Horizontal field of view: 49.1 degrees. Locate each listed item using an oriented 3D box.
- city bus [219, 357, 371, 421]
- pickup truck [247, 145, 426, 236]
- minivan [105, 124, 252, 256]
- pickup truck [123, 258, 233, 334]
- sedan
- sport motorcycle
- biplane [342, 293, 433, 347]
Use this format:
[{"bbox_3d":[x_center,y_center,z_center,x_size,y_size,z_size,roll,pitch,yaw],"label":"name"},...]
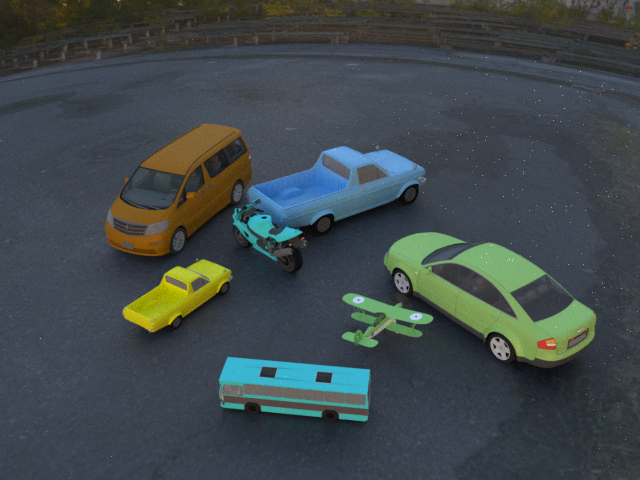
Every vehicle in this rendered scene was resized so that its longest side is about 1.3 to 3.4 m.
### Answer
[{"bbox_3d":[-0.274,1.698,7.919,1.674,0.460,0.476,4,31,7],"label":"city bus"},{"bbox_3d":[0.341,-0.964,11.916,3.117,0.993,1.244,-20,36,-30],"label":"pickup truck"},{"bbox_3d":[-2.289,-0.884,11.580,1.324,1.197,3.011,13,33,21],"label":"minivan"},{"bbox_3d":[-1.912,0.704,9.557,0.640,0.511,1.603,19,35,29],"label":"pickup truck"},{"bbox_3d":[2.148,0.572,9.359,1.235,0.940,3.137,-21,36,-31],"label":"sedan"},{"bbox_3d":[-0.810,-0.060,10.550,1.520,0.821,0.506,26,39,36],"label":"sport motorcycle"},{"bbox_3d":[0.747,1.061,8.957,1.336,0.504,1.090,22,37,33],"label":"biplane"}]
